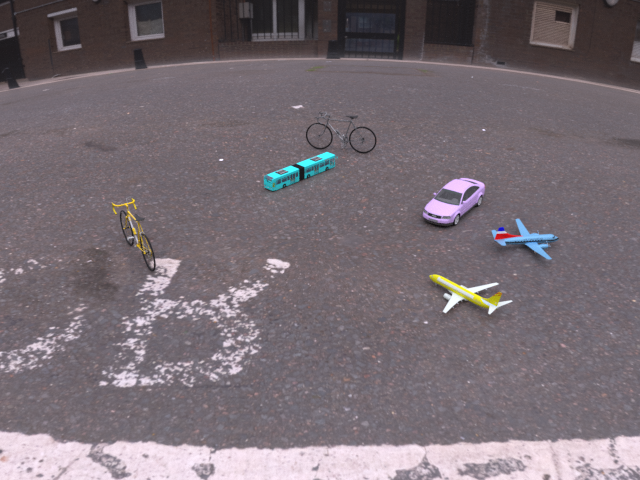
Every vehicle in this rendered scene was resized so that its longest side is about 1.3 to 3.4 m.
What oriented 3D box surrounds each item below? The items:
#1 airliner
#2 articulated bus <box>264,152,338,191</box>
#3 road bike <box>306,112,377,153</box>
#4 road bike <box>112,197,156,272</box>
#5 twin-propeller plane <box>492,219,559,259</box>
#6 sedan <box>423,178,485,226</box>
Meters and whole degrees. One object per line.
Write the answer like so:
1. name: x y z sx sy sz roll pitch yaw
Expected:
1. airliner: 2.048 0.671 9.937 1.161 0.429 1.307 -22 35 -34
2. articulated bus: -0.368 -1.357 13.769 0.311 0.289 1.749 26 38 38
3. road bike: 0.444 -2.285 14.872 1.545 0.852 0.358 7 30 12
4. road bike: -2.873 -0.112 10.923 0.358 0.852 1.545 -17 33 -28
5. twin-propeller plane: 3.339 -0.052 11.275 1.095 0.407 1.370 -3 29 -6
6. sedan: 2.392 -0.734 12.436 0.635 0.483 1.613 19 34 31
